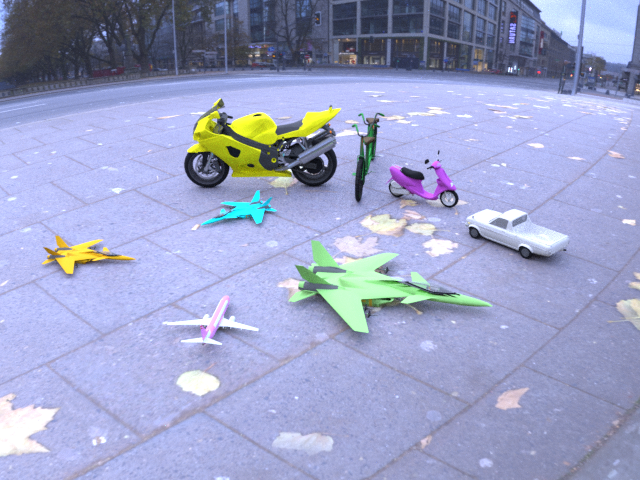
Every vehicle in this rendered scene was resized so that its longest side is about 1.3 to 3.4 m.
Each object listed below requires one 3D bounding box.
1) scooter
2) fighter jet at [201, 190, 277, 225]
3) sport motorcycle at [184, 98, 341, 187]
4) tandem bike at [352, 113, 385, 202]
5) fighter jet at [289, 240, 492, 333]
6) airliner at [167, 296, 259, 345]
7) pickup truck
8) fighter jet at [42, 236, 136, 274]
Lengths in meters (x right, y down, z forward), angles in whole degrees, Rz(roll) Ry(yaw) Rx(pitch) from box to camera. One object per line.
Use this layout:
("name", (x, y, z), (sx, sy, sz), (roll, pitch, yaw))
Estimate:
("scooter", (1.837, -1.115, 12.551), (1.399, 0.919, 0.662), (14, 29, 26))
("fighter jet", (-1.462, -0.512, 12.022), (1.358, 0.286, 1.147), (-19, 32, -35))
("sport motorcycle", (-1.087, -1.759, 13.113), (2.955, 1.596, 0.983), (-1, 26, -2))
("tandem bike", (0.925, -1.825, 13.567), (0.550, 1.326, 3.192), (4, 26, 9))
("fighter jet", (0.998, 0.563, 9.455), (2.640, 0.557, 2.229), (7, 26, 14))
("airliner", (-1.321, 0.934, 8.826), (1.161, 0.429, 1.307), (3, 26, 6))
("pickup truck", (3.080, -0.159, 11.023), (0.640, 0.511, 1.603), (-21, 33, -37))
("fighter jet", (-3.442, 0.181, 10.571), (1.358, 0.286, 1.147), (3, 26, 6))
